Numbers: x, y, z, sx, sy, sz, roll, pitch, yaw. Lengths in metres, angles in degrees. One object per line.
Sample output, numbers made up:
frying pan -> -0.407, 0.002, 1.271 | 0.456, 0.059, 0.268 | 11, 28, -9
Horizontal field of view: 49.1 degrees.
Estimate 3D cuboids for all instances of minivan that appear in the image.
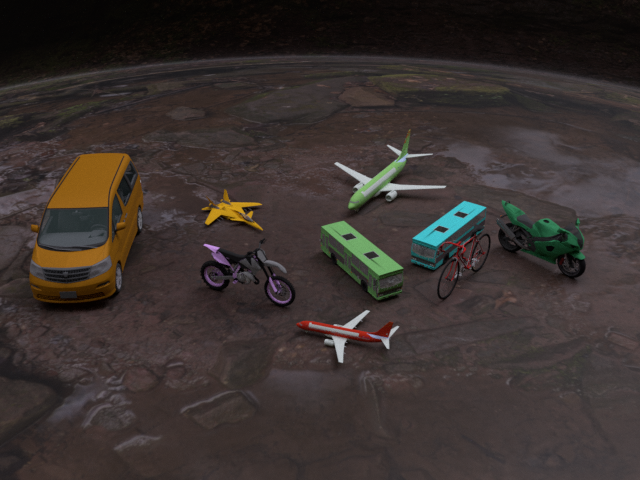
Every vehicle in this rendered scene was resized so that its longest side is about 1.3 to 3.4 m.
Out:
minivan -> -3.452, -0.255, 10.519 | 1.324, 1.197, 3.011 | -2, 29, -3

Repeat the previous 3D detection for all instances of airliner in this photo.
airliner -> 1.133, -1.266, 12.757 | 2.257, 0.835, 2.541 | 16, 32, 26
airliner -> 0.305, 1.095, 8.840 | 1.307, 0.429, 1.161 | 10, 30, 17

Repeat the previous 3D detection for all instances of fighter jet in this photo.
fighter jet -> -1.395, -0.476, 11.879 | 1.147, 0.286, 1.358 | -23, 36, -36

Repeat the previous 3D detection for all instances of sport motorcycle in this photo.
sport motorcycle -> 3.312, -0.021, 10.481 | 0.506, 0.821, 1.520 | -23, 36, -35

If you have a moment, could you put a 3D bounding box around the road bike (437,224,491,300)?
road bike -> 2.075, 0.254, 9.944 | 0.358, 0.852, 1.545 | 21, 35, 33

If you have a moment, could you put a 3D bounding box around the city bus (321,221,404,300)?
city bus -> 0.584, 0.289, 10.290 | 0.476, 0.460, 1.674 | -14, 32, -25

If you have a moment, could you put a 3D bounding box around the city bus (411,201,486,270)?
city bus -> 2.033, -0.078, 10.964 | 0.476, 0.460, 1.674 | 20, 34, 32

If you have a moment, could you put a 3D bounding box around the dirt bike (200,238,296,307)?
dirt bike -> -1.011, 0.427, 9.619 | 1.493, 0.857, 0.527 | 12, 31, 21
